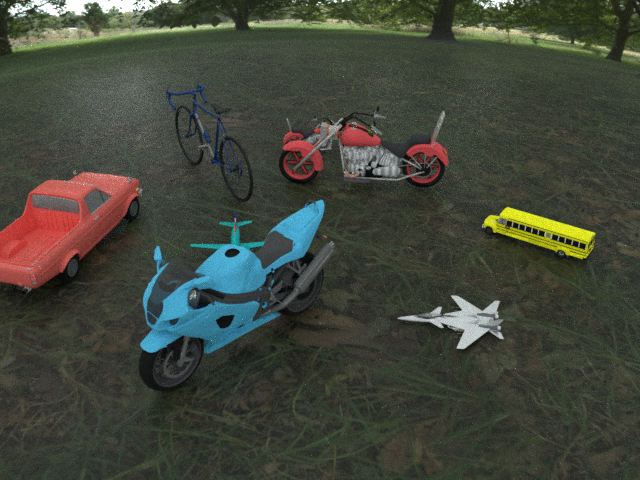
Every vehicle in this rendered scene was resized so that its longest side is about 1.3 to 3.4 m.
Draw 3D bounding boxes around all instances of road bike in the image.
[{"bbox_3d":[-1.978,-1.819,12.597,0.697,1.656,3.004,-19,36,-29],"label":"road bike"}]

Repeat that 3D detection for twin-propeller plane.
[{"bbox_3d":[-1.309,-0.028,10.811,1.370,0.407,1.095,-3,31,-4],"label":"twin-propeller plane"}]

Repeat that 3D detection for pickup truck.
[{"bbox_3d":[-3.932,-0.302,10.698,1.244,0.993,3.117,8,32,13],"label":"pickup truck"}]

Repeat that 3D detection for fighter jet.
[{"bbox_3d":[1.703,1.000,9.205,1.358,0.286,1.147,3,31,5],"label":"fighter jet"}]

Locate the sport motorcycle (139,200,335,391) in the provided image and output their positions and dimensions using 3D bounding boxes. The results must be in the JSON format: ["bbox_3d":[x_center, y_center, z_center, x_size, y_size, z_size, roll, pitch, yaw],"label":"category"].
[{"bbox_3d":[-0.984,0.633,8.541,0.983,1.596,2.955,26,39,36],"label":"sport motorcycle"}]

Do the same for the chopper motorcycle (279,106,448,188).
[{"bbox_3d":[0.770,-1.654,12.491,3.040,1.480,0.906,4,31,7],"label":"chopper motorcycle"}]

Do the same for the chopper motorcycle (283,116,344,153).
[{"bbox_3d":[0.043,-2.115,13.967,1.563,0.761,0.466,-6,31,-11],"label":"chopper motorcycle"}]

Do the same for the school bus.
[{"bbox_3d":[3.387,-0.130,10.956,1.708,0.434,0.365,20,36,30],"label":"school bus"}]
